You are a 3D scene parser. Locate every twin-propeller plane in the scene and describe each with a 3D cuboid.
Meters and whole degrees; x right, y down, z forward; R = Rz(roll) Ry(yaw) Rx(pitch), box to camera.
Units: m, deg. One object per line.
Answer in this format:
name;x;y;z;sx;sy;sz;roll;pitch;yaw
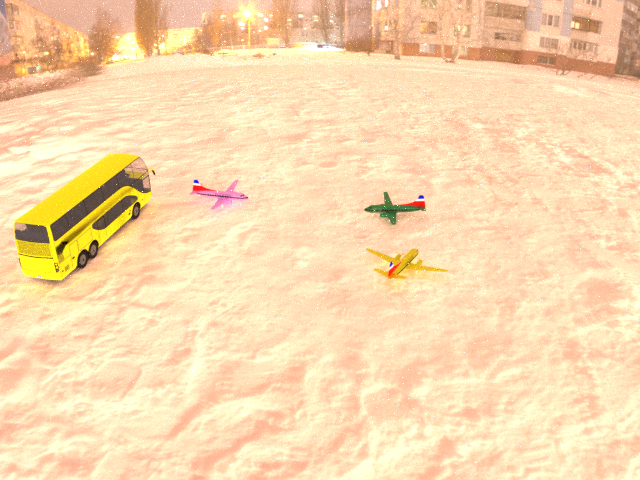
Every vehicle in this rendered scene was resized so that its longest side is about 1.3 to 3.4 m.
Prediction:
twin-propeller plane;1.327;-0.605;12.398;1.095;0.407;1.370;-1;28;-1
twin-propeller plane;-1.844;-0.886;12.930;1.095;0.407;1.370;6;28;11
twin-propeller plane;1.270;0.314;10.660;1.370;0.407;1.095;15;32;27

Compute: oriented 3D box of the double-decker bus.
double-decker bus;-3.751;-0.504;11.519;0.756;1.052;3.251;6;29;12
